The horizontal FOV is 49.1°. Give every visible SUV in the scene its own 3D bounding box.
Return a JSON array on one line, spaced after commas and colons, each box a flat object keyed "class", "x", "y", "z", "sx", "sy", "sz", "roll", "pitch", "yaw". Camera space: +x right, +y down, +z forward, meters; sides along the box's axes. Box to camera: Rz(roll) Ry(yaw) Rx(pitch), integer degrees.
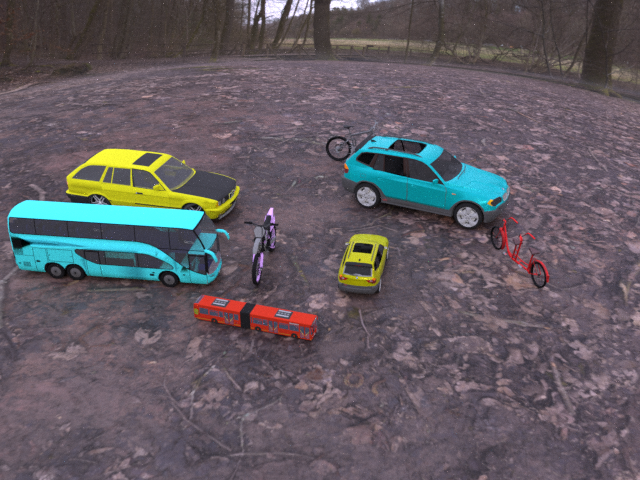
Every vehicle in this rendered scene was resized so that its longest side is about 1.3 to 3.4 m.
[{"class": "SUV", "x": 0.680, "y": 0.274, "z": 10.712, "sx": 0.656, "sy": 0.580, "sz": 1.572, "roll": 6, "pitch": 29, "yaw": 10}, {"class": "SUV", "x": 1.905, "y": -1.141, "z": 12.722, "sx": 3.058, "sy": 1.128, "sz": 1.276, "roll": 13, "pitch": 31, "yaw": 23}]

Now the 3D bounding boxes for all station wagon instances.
[{"class": "station wagon", "x": -3.028, "y": -1.049, "z": 12.770, "sx": 3.105, "sy": 0.920, "sz": 1.327, "roll": 7, "pitch": 30, "yaw": 13}]

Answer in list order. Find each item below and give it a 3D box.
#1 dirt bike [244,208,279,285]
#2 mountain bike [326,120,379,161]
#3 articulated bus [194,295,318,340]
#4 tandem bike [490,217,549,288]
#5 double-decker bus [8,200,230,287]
[{"class": "dirt bike", "x": -0.861, "y": 0.032, "z": 10.866, "sx": 0.527, "sy": 0.857, "sz": 1.493, "roll": 4, "pitch": 29, "yaw": 7}, {"class": "mountain bike", "x": 0.833, "y": -2.008, "z": 14.573, "sx": 1.469, "sy": 0.868, "sz": 0.573, "roll": 7, "pitch": 30, "yaw": 12}, {"class": "articulated bus", "x": -0.886, "y": 1.057, "z": 9.588, "sx": 1.749, "sy": 0.289, "sz": 0.311, "roll": 9, "pitch": 30, "yaw": 15}, {"class": "tandem bike", "x": 3.086, "y": 0.130, "z": 10.869, "sx": 0.283, "sy": 0.682, "sz": 1.642, "roll": -9, "pitch": 30, "yaw": -15}, {"class": "double-decker bus", "x": -3.046, "y": 0.044, "z": 10.641, "sx": 3.251, "sy": 1.052, "sz": 0.756, "roll": 4, "pitch": 29, "yaw": 7}]
